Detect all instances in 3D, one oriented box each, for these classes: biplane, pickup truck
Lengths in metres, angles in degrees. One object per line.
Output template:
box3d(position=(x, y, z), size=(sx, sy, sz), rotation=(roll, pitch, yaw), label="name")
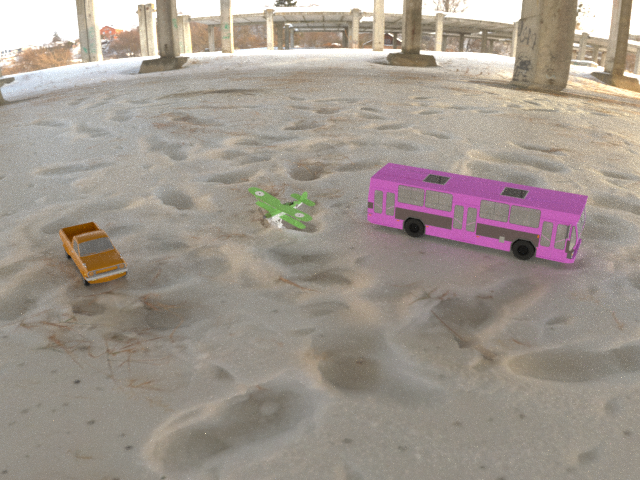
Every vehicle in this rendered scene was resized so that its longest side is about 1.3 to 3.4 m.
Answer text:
box3d(position=(-0.554, -0.517, 11.582), size=(1.336, 0.504, 1.090), rotation=(21, 33, 35), label="biplane")
box3d(position=(-3.357, 0.123, 10.289), size=(0.640, 0.511, 1.603), rotation=(-15, 30, -28), label="pickup truck")

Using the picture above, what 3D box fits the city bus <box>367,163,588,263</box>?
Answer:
box3d(position=(2.396, -0.430, 10.969), size=(3.255, 0.894, 0.926), rotation=(13, 29, 24), label="city bus")
